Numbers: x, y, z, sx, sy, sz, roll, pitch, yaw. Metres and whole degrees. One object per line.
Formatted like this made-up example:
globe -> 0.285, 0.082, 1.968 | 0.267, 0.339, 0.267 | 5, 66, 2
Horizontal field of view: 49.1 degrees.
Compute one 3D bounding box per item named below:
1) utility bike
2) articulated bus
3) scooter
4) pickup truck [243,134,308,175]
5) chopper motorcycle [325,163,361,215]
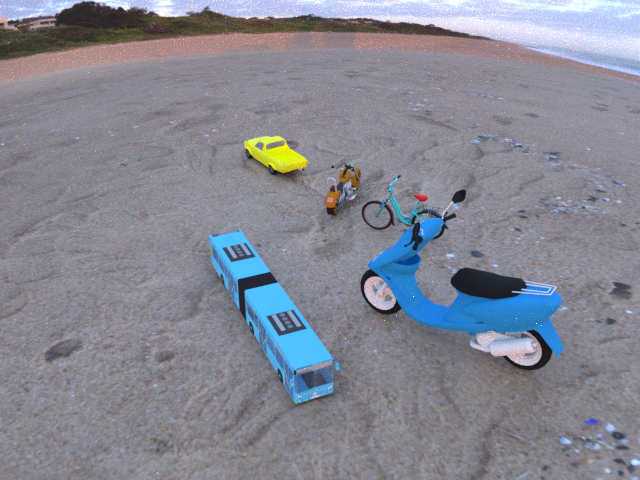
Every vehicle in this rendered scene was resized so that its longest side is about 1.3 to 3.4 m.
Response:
utility bike -> 1.314, -0.464, 10.990 | 1.435, 0.946, 0.535 | 12, 31, 20
articulated bus -> -0.730, 0.838, 9.066 | 0.605, 0.561, 3.401 | -12, 32, -21
scooter -> 1.658, 0.479, 8.454 | 2.721, 1.786, 1.288 | 20, 35, 31
pickup truck -> -0.887, -1.711, 13.655 | 0.640, 0.511, 1.603 | -18, 34, -28
chopper motorcycle -> 0.426, -0.999, 12.130 | 0.466, 0.761, 1.563 | 10, 31, 17
